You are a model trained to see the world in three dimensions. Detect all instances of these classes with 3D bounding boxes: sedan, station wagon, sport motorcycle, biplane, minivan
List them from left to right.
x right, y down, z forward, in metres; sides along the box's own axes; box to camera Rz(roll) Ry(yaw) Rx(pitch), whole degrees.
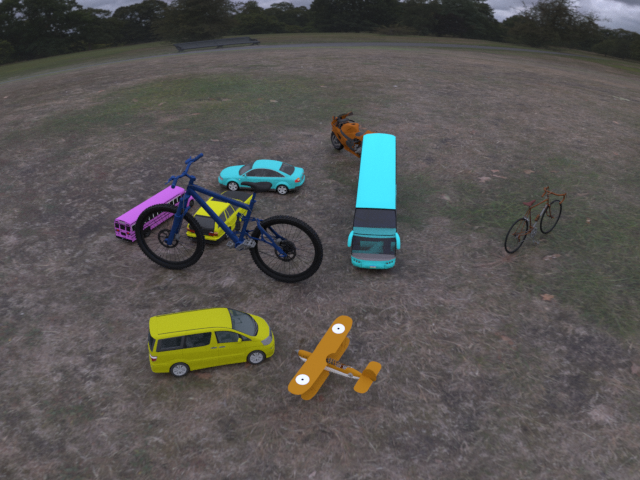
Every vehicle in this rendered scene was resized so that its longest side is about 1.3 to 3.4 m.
[{"bbox_3d":[-1.342,1.204,8.672,1.548,0.616,0.681,-7,31,-12],"label":"minivan"},{"bbox_3d":[-1.632,-0.484,11.725,0.682,0.473,1.597,10,31,16],"label":"station wagon"},{"bbox_3d":[-1.088,-1.209,12.965,1.613,0.483,0.635,4,30,7],"label":"sedan"},{"bbox_3d":[0.162,1.500,8.274,1.090,0.504,1.336,15,34,25],"label":"biplane"},{"bbox_3d":[0.679,-2.026,14.036,0.506,0.821,1.520,-19,35,-29],"label":"sport motorcycle"}]

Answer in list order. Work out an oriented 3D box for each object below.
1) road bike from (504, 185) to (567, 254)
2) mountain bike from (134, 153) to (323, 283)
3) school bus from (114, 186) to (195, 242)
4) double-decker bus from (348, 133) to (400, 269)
[{"bbox_3d":[3.411,-0.331,11.083,1.545,0.852,0.358,-24,38,-35],"label":"road bike"},{"bbox_3d":[-1.353,-0.214,10.049,2.857,1.688,1.114,6,31,10],"label":"mountain bike"},{"bbox_3d":[-2.735,-0.492,11.777,0.365,0.434,1.708,15,33,24],"label":"school bus"},{"bbox_3d":[0.927,-0.692,11.506,0.756,1.052,3.251,3,30,5],"label":"double-decker bus"}]
